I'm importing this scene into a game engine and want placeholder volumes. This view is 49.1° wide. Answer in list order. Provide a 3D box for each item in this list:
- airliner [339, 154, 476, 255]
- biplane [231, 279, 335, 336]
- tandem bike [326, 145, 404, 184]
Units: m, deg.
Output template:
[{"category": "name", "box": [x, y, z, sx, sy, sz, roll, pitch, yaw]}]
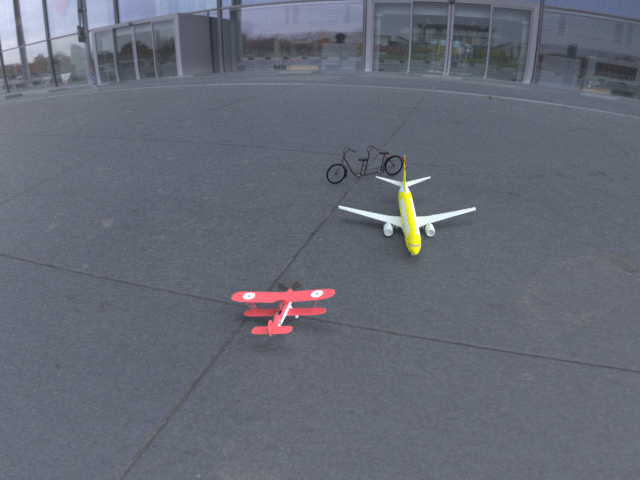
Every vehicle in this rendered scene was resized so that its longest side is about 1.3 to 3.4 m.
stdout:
[{"category": "airliner", "box": [1.431, -0.573, 11.254, 2.257, 0.835, 2.541, 1, 26, 2]}, {"category": "biplane", "box": [-0.504, 0.887, 8.686, 1.336, 0.504, 1.090, 5, 27, 10]}, {"category": "tandem bike", "box": [0.879, -1.462, 13.216, 1.642, 0.682, 0.283, -10, 28, -20]}]
